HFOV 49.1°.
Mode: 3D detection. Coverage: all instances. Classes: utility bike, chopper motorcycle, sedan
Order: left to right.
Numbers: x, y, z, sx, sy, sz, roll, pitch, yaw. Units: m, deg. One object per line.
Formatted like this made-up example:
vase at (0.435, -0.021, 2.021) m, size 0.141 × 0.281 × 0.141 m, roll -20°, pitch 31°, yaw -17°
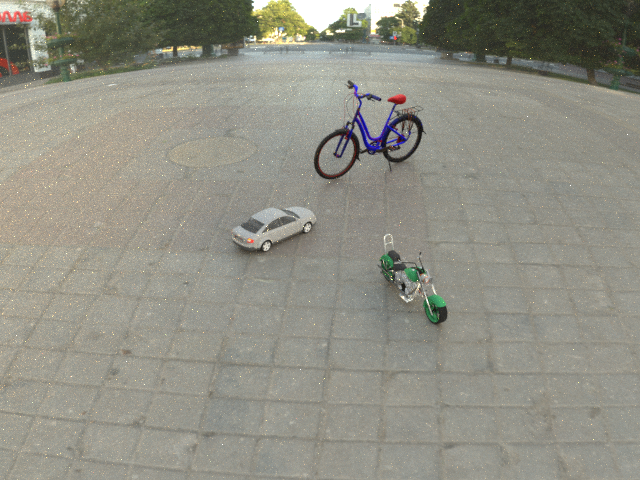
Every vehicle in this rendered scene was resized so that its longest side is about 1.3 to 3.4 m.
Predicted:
sedan at (-0.752, -0.272, 11.805) m, size 1.613 × 0.483 × 0.635 m, roll -25°, pitch 37°, yaw -37°
utility bike at (1.118, -2.192, 13.879) m, size 2.791 × 1.839 × 1.039 m, roll -17°, pitch 33°, yaw -28°
chopper motorcycle at (1.325, 0.546, 10.037) m, size 0.466 × 0.761 × 1.563 m, roll -14°, pitch 32°, yaw -24°
